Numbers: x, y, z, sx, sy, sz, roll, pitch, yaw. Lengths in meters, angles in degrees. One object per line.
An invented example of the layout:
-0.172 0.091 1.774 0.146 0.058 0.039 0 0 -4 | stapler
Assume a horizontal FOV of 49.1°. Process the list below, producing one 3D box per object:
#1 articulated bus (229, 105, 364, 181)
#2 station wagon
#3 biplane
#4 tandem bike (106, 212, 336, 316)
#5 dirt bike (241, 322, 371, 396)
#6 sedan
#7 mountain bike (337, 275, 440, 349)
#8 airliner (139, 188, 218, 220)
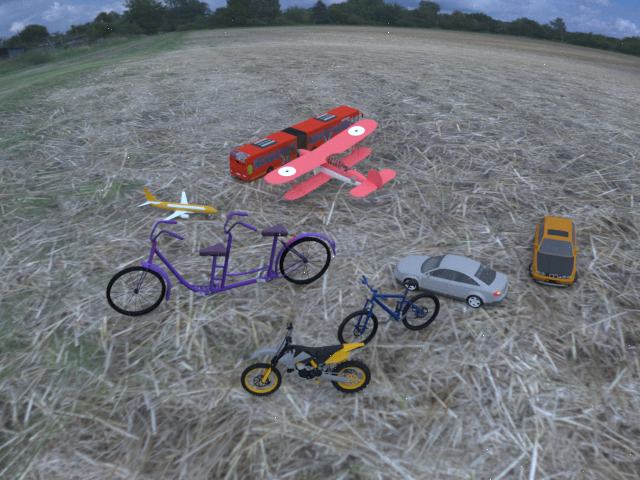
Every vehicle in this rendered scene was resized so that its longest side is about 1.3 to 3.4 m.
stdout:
-0.405 -1.987 14.025 0.605 0.561 3.401 23 38 34 | articulated bus
3.537 0.113 10.523 0.682 0.473 1.597 9 32 15 | station wagon
0.282 -1.233 12.322 2.598 0.981 2.120 -26 39 -37 | biplane
-1.279 0.249 9.447 3.192 1.326 0.550 -10 32 -17 | tandem bike
-0.158 1.420 7.909 1.493 0.857 0.527 -2 30 -3 | dirt bike
1.833 0.490 9.869 1.613 0.483 0.635 14 33 23 | sedan
0.888 0.886 8.810 1.469 0.868 0.573 -13 33 -21 | mountain bike
-2.374 -0.638 11.850 1.307 0.429 1.161 5 31 8 | airliner
